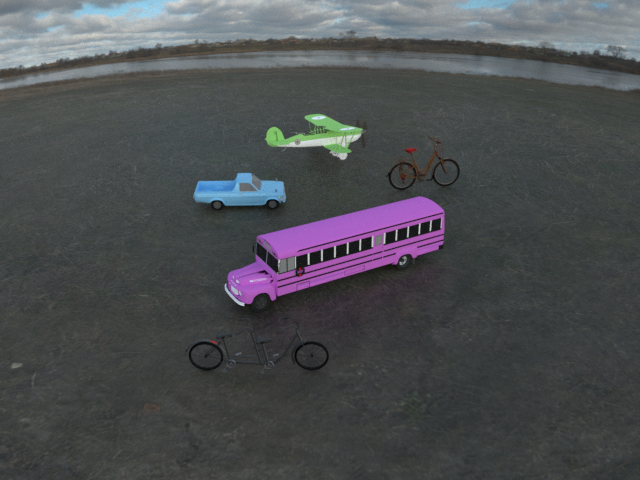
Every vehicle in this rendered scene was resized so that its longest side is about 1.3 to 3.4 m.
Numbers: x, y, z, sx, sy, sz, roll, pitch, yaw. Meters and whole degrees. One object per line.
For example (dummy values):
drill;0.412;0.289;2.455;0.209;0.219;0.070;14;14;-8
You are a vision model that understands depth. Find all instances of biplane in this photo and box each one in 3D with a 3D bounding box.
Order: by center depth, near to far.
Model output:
biplane;-0.065;-2.082;14.209;2.120;0.981;2.598;-9;28;-17

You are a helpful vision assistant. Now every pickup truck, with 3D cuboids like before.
pickup truck;-1.403;-0.879;12.316;1.603;0.511;0.640;-1;26;-2

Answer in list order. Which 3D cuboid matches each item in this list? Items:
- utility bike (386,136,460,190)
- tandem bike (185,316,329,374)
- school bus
utility bike;1.898;-1.422;12.920;1.435;0.946;0.535;-5;27;-10
tandem bike;-0.718;1.200;7.939;1.642;0.682;0.283;0;26;0
school bus;0.256;0.146;9.878;3.322;0.844;0.709;-15;30;-27
